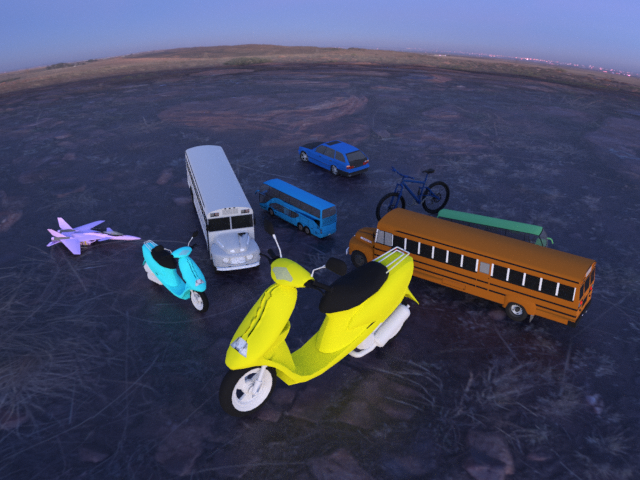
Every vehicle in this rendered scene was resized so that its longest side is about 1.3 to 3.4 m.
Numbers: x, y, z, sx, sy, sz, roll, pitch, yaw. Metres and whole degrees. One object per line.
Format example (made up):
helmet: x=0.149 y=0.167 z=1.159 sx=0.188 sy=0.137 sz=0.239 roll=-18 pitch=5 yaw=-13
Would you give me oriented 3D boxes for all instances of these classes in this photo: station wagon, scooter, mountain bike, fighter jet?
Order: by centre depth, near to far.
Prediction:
scooter: x=0.064 y=0.691 z=7.424 sx=2.721 sy=1.786 sz=1.288 roll=-20 pitch=33 yaw=-34
scooter: x=-1.905 y=0.336 z=9.083 sx=1.399 sy=0.919 sz=0.662 roll=24 pitch=36 yaw=39
fighter jet: x=-3.404 y=-0.112 z=10.663 sx=1.358 sy=0.286 sz=1.147 roll=1 pitch=27 yaw=2
mountain bike: x=1.513 y=-0.735 z=11.248 sx=1.469 sy=0.868 sz=0.573 roll=-15 pitch=30 yaw=-27
station wagon: x=0.234 y=-1.661 z=13.509 sx=0.682 sy=0.473 sz=1.597 roll=-20 pitch=33 yaw=-34

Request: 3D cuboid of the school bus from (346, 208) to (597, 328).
school bus: x=1.860 y=0.272 z=9.290 sx=3.322 sy=0.844 sz=0.709 roll=17 pitch=32 yaw=31

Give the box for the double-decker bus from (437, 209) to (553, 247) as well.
double-decker bus: x=2.517 y=-0.036 z=10.232 sx=1.672 sy=0.541 sz=0.389 roll=12 pitch=29 yaw=23

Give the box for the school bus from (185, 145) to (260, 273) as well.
school bus: x=-1.568 y=-0.558 z=10.925 sx=0.709 sy=0.844 sz=3.322 roll=-7 pitch=28 yaw=-14

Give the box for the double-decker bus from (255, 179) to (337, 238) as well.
double-decker bus: x=-0.395 y=-0.537 z=11.219 sx=0.389 sy=0.541 sz=1.672 roll=-21 pitch=34 yaw=-36
